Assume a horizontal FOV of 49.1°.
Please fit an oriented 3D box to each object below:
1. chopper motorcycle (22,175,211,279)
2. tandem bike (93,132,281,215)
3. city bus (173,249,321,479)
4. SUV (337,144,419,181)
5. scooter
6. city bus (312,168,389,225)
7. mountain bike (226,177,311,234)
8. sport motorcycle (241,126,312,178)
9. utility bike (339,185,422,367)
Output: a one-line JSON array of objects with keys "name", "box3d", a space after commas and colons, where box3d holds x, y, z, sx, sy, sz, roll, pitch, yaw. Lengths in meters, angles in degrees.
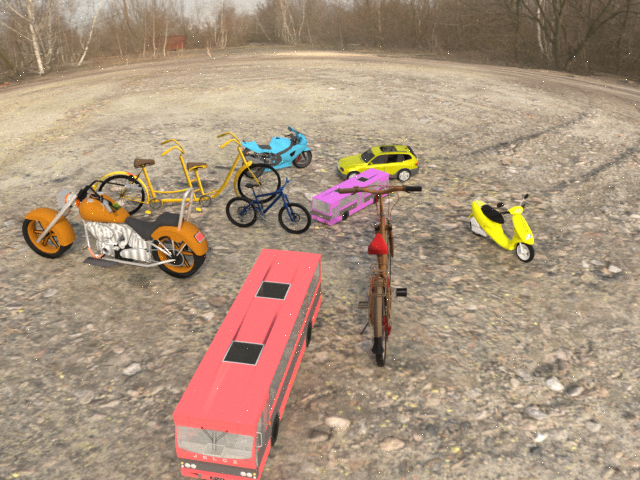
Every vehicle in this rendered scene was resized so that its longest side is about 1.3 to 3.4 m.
[{"name": "chopper motorcycle", "box3d": [-3.062, -0.250, 10.211, 3.040, 1.480, 0.906, 9, 30, 16]}, {"name": "tandem bike", "box3d": [-2.250, -1.104, 11.933, 3.192, 1.326, 0.550, -6, 29, -10]}, {"name": "city bus", "box3d": [-0.679, 1.284, 8.014, 0.926, 0.894, 3.255, 5, 29, 10]}, {"name": "SUV", "box3d": [1.108, -1.480, 13.399, 1.572, 0.580, 0.656, -3, 29, -6]}, {"name": "scooter", "box3d": [2.824, -0.290, 10.869, 0.662, 0.919, 1.399, -17, 33, -28]}, {"name": "city bus", "box3d": [0.554, -0.749, 12.187, 0.476, 0.460, 1.674, 22, 36, 35]}, {"name": "mountain bike", "box3d": [-0.852, -0.538, 11.375, 1.469, 0.868, 0.573, 7, 29, 13]}, {"name": "sport motorcycle", "box3d": [-0.835, -1.669, 13.494, 1.520, 0.821, 0.506, -14, 32, -24]}, {"name": "utility bike", "box3d": [0.713, 0.275, 8.877, 1.039, 1.839, 2.791, 3, 29, 6]}]
